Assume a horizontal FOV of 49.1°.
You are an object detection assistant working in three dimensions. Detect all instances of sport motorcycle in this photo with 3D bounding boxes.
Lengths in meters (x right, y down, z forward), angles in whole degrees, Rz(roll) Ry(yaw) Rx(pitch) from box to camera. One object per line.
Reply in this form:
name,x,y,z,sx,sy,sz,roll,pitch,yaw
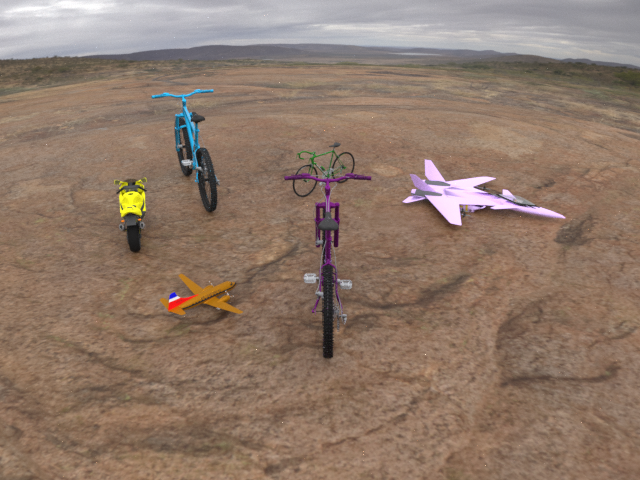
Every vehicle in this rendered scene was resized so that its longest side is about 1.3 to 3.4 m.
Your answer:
sport motorcycle,-2.929,-0.431,10.968,0.506,0.821,1.520,-6,28,-11

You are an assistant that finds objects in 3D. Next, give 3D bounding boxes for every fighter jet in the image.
fighter jet,2.856,-0.785,11.949,2.640,0.557,2.229,13,30,24

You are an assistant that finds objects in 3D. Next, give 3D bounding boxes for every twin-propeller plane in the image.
twin-propeller plane,-1.535,0.705,9.208,1.095,0.407,1.370,-24,36,-38

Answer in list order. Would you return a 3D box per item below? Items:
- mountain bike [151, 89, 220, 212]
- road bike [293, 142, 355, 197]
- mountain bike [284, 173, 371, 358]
mountain bike,-2.250,-1.660,12.416,1.114,1.688,2.857,-10,29,-20
road bike,0.088,-1.310,12.650,1.545,0.852,0.358,-23,35,-38
mountain bike,0.100,0.165,8.857,1.114,1.688,2.857,0,27,0
